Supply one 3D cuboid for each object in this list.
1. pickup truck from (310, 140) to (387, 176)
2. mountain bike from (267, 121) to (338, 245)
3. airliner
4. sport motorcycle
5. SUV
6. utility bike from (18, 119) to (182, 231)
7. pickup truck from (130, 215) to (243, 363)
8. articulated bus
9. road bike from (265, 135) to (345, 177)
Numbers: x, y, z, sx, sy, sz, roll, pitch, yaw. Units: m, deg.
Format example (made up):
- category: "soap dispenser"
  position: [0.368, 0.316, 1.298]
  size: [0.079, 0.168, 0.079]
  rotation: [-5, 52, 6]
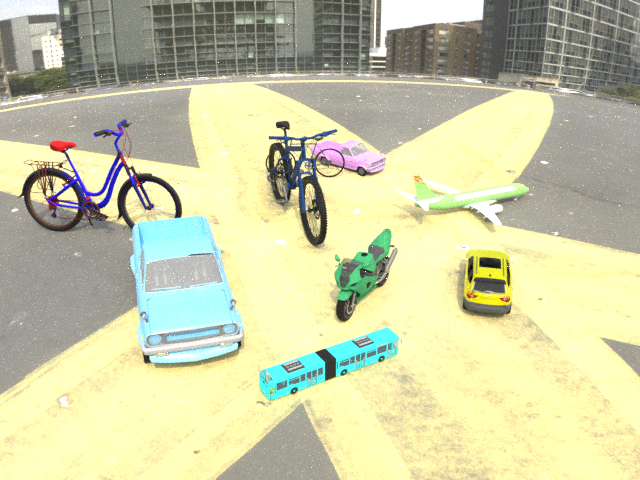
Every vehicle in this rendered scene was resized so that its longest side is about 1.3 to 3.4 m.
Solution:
- category: "pickup truck"
  position: [0.568, -1.749, 14.256]
  size: [1.603, 0.511, 0.640]
  rotation: [20, 32, 36]
- category: "mountain bike"
  position: [-0.424, -1.093, 11.539]
  size: [1.114, 1.688, 2.857]
  rotation: [-9, 27, -18]
- category: "airliner"
  position: [2.642, -0.904, 12.128]
  size: [2.541, 0.835, 2.257]
  rotation: [-12, 28, -23]
- category: "sport motorcycle"
  position: [0.598, 0.451, 9.332]
  size: [0.506, 0.821, 1.520]
  rotation: [13, 29, 26]
- category: "SUV"
  position: [2.297, 0.471, 9.566]
  size: [0.656, 0.580, 1.572]
  rotation: [5, 26, 11]
- category: "utility bike"
  position: [-3.529, -0.984, 11.138]
  size: [2.791, 1.839, 1.039]
  rotation: [4, 26, 9]
- category: "pickup truck"
  position: [-1.826, 0.439, 9.158]
  size: [1.244, 0.993, 3.117]
  rotation: [-7, 27, -14]
- category: "articulated bus"
  position: [0.143, 1.394, 7.988]
  size: [1.749, 0.289, 0.311]
  rotation: [-14, 29, -27]
- category: "road bike"
  position: [-0.288, -1.610, 13.575]
  size: [1.545, 0.852, 0.358]
  rotation: [-1, 26, -2]
